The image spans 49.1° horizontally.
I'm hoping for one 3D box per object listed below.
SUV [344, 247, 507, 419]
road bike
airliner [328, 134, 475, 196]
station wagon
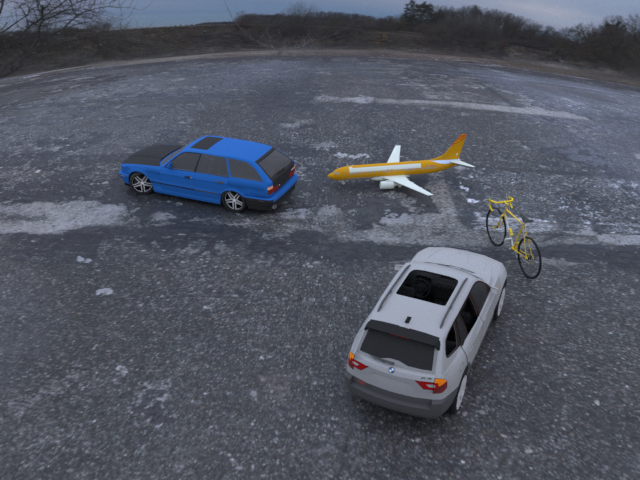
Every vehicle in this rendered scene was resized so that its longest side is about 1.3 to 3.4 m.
[{"bbox_3d":[1.334,0.812,8.149,1.276,1.128,3.058,13,32,22],"label":"SUV"},{"bbox_3d":[2.771,-0.085,10.042,0.358,0.852,1.545,-8,30,-14],"label":"road bike"},{"bbox_3d":[1.392,-1.428,12.468,2.541,0.835,2.257,-4,29,-7],"label":"airliner"},{"bbox_3d":[-1.974,-1.267,12.091,3.105,0.920,1.327,11,31,19],"label":"station wagon"}]
